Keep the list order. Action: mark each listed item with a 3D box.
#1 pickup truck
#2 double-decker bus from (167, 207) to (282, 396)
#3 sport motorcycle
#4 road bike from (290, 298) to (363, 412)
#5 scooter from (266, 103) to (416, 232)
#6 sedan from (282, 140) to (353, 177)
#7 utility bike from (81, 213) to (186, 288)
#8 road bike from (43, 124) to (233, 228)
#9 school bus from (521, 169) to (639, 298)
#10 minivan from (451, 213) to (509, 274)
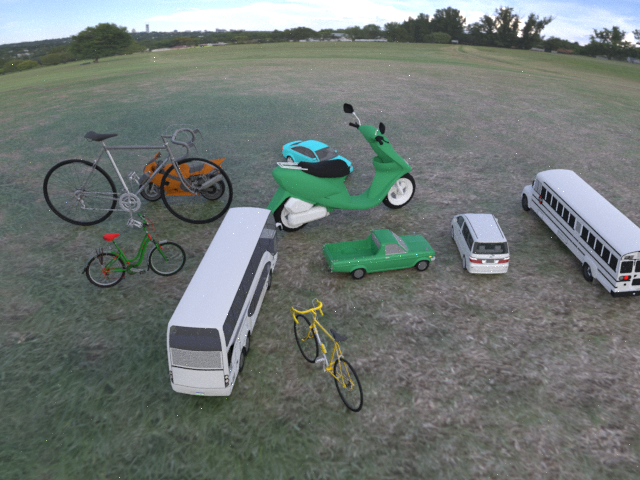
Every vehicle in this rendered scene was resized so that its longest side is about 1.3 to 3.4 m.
[{"bbox_3d":[0.853,0.162,10.158,1.603,0.511,0.640,-6,29,-12],"label":"pickup truck"},{"bbox_3d":[-1.110,0.590,8.785,0.756,1.052,3.251,3,28,6],"label":"double-decker bus"},{"bbox_3d":[-2.383,-1.061,12.111,1.520,0.821,0.506,-1,28,-3],"label":"sport motorcycle"},{"bbox_3d":[0.067,1.241,7.781,0.358,0.852,1.545,-15,32,-25],"label":"road bike"},{"bbox_3d":[0.406,-1.125,11.208,2.721,1.786,1.288,-13,31,-23],"label":"scooter"},{"bbox_3d":[-0.056,-1.601,13.476,0.635,0.483,1.613,-25,37,-38],"label":"sedan"},{"bbox_3d":[-2.607,0.141,9.735,1.435,0.946,0.535,-10,30,-18],"label":"utility bike"},{"bbox_3d":[-2.899,-0.979,11.074,3.004,1.656,0.697,-1,28,-2],"label":"road bike"},{"bbox_3d":[3.974,-0.260,10.592,0.709,0.844,3.322,-4,28,-7],"label":"school bus"},{"bbox_3d":[2.370,-0.056,10.453,0.681,0.616,1.548,0,28,-1],"label":"minivan"}]
